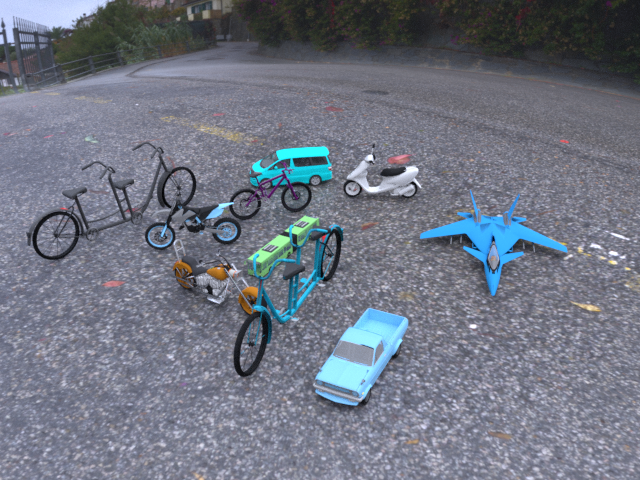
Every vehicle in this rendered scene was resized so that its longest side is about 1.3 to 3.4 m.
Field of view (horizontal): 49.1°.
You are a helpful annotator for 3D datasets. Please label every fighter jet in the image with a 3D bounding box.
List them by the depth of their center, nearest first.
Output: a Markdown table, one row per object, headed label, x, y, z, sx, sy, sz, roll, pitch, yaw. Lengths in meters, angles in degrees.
| label | x | y | z | sx | sy | sz | roll | pitch | yaw |
| --- | --- | --- | --- | --- | --- | --- | --- | --- | --- |
| fighter jet | 2.640 | 0.013 | 10.651 | 2.229 | 0.557 | 2.640 | 6 | 28 | 11 |

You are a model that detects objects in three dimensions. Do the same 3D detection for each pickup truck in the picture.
| label | x | y | z | sx | sy | sz | roll | pitch | yaw |
| --- | --- | --- | --- | --- | --- | --- | --- | --- | --- |
| pickup truck | 0.515 | 1.298 | 8.245 | 0.640 | 0.511 | 1.603 | 13 | 30 | 23 |

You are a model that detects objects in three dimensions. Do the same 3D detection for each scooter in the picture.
| label | x | y | z | sx | sy | sz | roll | pitch | yaw |
| --- | --- | --- | --- | --- | --- | --- | --- | --- | --- |
| scooter | 1.120 | -1.189 | 12.559 | 1.399 | 0.919 | 0.662 | 1 | 28 | 2 |

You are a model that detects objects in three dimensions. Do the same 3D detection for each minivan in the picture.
| label | x | y | z | sx | sy | sz | roll | pitch | yaw |
| --- | --- | --- | --- | --- | --- | --- | --- | --- | --- |
| minivan | -0.560 | -1.387 | 13.264 | 1.548 | 0.616 | 0.681 | -5 | 28 | -9 |

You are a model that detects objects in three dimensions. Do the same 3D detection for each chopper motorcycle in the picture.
| label | x | y | z | sx | sy | sz | roll | pitch | yaw |
| --- | --- | --- | --- | --- | --- | --- | --- | --- | --- |
| chopper motorcycle | -1.386 | 0.510 | 9.481 | 1.563 | 0.761 | 0.466 | 16 | 32 | 28 |

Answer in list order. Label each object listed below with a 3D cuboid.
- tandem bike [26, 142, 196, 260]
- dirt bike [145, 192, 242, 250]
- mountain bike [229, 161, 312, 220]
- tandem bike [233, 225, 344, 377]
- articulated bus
| label | x | y | z | sx | sy | sz | roll | pitch | yaw |
| --- | --- | --- | --- | --- | --- | --- | --- | --- | --- |
| tandem bike | -3.240 | -0.711 | 11.207 | 0.550 | 1.326 | 3.192 | 22 | 35 | 35 |
| dirt bike | -1.977 | -0.269 | 10.868 | 1.493 | 0.857 | 0.527 | -5 | 28 | -10 |
| mountain bike | -0.834 | -0.810 | 11.890 | 1.469 | 0.868 | 0.573 | -9 | 29 | -17 |
| tandem bike | -0.309 | 0.457 | 8.973 | 0.550 | 1.326 | 3.192 | 11 | 30 | 21 |
| articulated bus | -0.543 | 0.072 | 10.828 | 0.311 | 0.289 | 1.749 | 15 | 31 | 26 |
